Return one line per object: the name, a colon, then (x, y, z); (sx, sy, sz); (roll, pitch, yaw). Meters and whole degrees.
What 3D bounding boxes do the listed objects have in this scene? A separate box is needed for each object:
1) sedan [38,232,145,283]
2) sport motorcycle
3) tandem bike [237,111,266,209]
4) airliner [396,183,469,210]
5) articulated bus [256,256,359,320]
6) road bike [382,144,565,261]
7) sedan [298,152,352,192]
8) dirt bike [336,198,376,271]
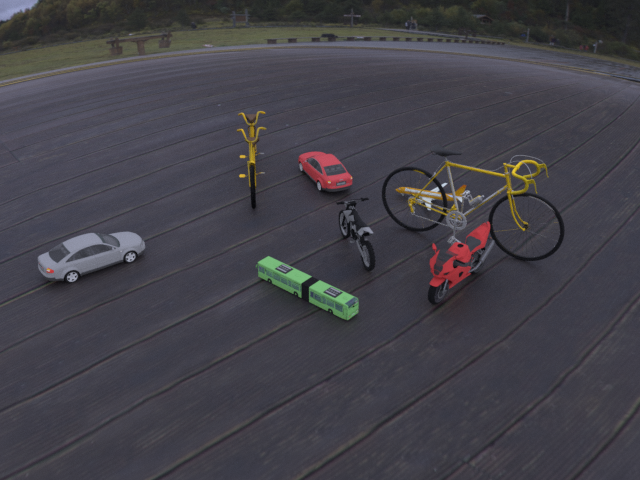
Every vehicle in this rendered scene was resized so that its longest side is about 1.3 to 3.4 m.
sedan: (-3.487, 0.173, 10.740); (1.613, 0.483, 0.635); (-21, 36, -31)
sport motorcycle: (2.022, 0.329, 10.142); (0.506, 0.821, 1.520); (23, 38, 34)
tandem bike: (-1.279, -1.774, 13.222); (0.550, 1.326, 3.192); (-2, 31, -4)
airliner: (1.994, -0.902, 12.622); (1.307, 0.429, 1.161); (12, 33, 20)
articulated bus: (-0.207, 0.673, 10.081); (1.749, 0.289, 0.311); (23, 38, 34)
road bike: (2.339, -0.642, 10.971); (3.004, 1.656, 0.696); (16, 34, 26)
sedan: (0.078, -1.391, 13.402); (0.635, 0.483, 1.613); (-12, 33, -20)
dirt bike: (0.559, -0.175, 10.963); (0.527, 0.857, 1.493); (-9, 32, -15)
